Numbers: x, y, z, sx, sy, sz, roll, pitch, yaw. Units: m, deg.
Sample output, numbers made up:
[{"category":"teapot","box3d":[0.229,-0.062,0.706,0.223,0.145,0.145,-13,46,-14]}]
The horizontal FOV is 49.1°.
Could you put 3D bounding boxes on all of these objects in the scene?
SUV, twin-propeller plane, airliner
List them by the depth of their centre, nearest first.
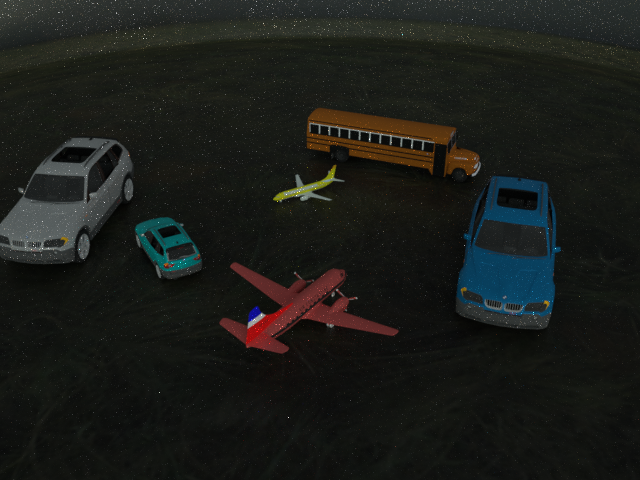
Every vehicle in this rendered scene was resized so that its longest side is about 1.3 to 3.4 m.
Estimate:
[{"category":"twin-propeller plane","box3d":[-0.259,0.767,9.010,2.663,0.792,2.129,20,36,30]},{"category":"SUV","box3d":[2.686,0.052,9.872,1.276,1.128,3.058,9,32,14]},{"category":"SUV","box3d":[-2.280,0.027,10.444,0.656,0.580,1.572,-16,35,-25]},{"category":"SUV","box3d":[-3.983,-0.723,11.160,1.276,1.128,3.058,4,31,6]},{"category":"airliner","box3d":[-0.246,-0.979,12.262,1.307,0.429,1.161,-18,35,-27]}]

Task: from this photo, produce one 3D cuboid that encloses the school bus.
[{"category":"school bus","box3d":[1.386,-1.837,13.286,3.322,0.844,0.709,12,33,19]}]
